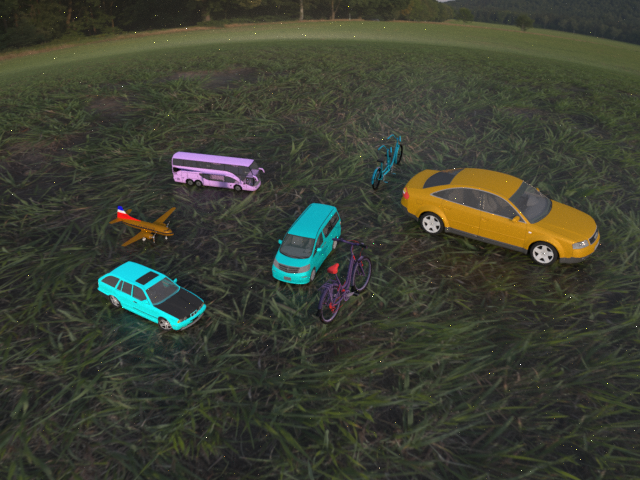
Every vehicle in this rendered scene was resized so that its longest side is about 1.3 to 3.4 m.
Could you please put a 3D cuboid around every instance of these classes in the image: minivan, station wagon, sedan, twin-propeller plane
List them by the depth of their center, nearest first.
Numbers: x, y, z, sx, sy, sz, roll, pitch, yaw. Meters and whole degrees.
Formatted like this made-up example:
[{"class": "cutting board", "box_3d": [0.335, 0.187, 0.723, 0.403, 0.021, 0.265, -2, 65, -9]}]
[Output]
[{"class": "station wagon", "box_3d": [-2.293, 0.718, 9.511, 1.597, 0.473, 0.682, 19, 36, 28]}, {"class": "minivan", "box_3d": [-0.187, 0.042, 10.506, 0.681, 0.616, 1.548, 11, 33, 18]}, {"class": "sedan", "box_3d": [2.828, -0.507, 11.110, 3.137, 0.940, 1.235, 17, 35, 26]}, {"class": "twin-propeller plane", "box_3d": [-2.813, -0.273, 11.236, 1.095, 0.407, 1.370, 13, 33, 21]}]

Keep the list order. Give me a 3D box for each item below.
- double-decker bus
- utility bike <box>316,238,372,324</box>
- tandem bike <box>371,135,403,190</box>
[{"class": "double-decker bus", "box_3d": [-1.861, -1.240, 12.727, 1.672, 0.541, 0.389, 7, 32, 12]}, {"class": "utility bike", "box_3d": [0.302, 0.488, 9.435, 0.535, 0.946, 1.435, 18, 35, 28]}, {"class": "tandem bike", "box_3d": [1.265, -1.489, 13.007, 0.283, 0.682, 1.642, 13, 33, 21]}]
